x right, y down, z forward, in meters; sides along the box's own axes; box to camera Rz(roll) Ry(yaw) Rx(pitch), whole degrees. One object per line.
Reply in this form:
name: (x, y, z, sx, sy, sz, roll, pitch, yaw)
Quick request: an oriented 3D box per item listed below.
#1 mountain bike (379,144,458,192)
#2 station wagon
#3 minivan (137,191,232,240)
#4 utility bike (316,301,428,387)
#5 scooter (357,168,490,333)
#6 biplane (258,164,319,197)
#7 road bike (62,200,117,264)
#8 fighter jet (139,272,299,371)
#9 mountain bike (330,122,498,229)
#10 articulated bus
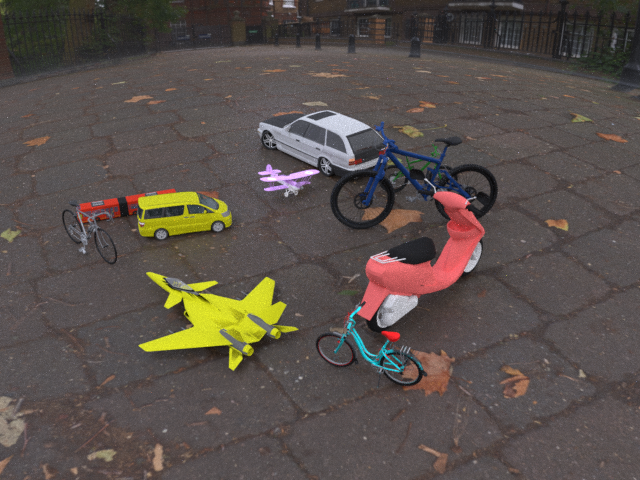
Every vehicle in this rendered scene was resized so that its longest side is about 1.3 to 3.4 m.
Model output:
mountain bike: (1.816, -1.262, 12.904, 1.469, 0.868, 0.573, 1, 29, 2)
station wagon: (-0.010, -2.154, 14.430, 1.327, 0.920, 3.105, -24, 37, -35)
minivan: (-2.269, -0.456, 11.733, 1.548, 0.616, 0.681, -8, 31, -15)
utility bike: (0.581, 1.291, 8.303, 1.435, 0.946, 0.535, 12, 32, 21)
scooter: (1.500, 0.099, 9.560, 1.288, 1.786, 2.721, 26, 38, 38)
biplane: (-0.649, -1.121, 13.024, 1.336, 0.504, 1.090, -24, 37, -36)
road bike: (-3.651, -0.170, 10.986, 1.545, 0.852, 0.358, 24, 37, 36)
fighter jet: (-1.629, 0.784, 9.598, 2.640, 0.557, 2.229, 25, 38, 37)
mountain bike: (1.587, -0.988, 11.585, 2.857, 1.688, 1.114, -3, 30, -6)
articulated bus: (-3.368, -0.604, 12.327, 1.749, 0.289, 0.311, -11, 31, -19)
